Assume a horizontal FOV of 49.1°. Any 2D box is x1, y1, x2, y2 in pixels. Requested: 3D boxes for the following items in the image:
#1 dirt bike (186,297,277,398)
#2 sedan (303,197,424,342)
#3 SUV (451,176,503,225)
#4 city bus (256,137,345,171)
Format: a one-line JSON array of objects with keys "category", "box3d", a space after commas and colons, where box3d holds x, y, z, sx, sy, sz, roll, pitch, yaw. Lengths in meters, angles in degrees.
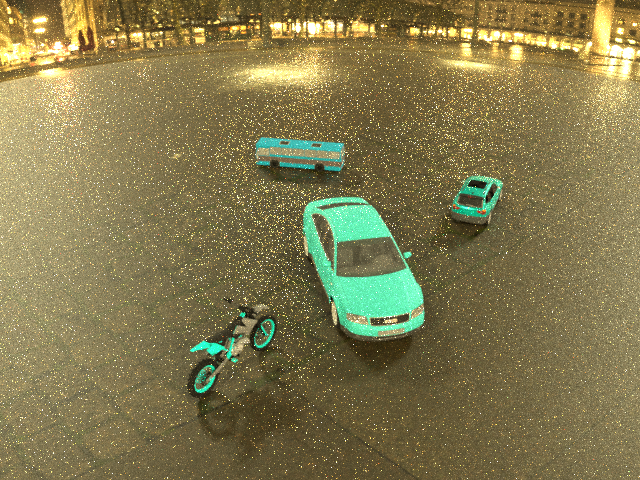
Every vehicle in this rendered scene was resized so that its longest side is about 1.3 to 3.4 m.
[{"category": "dirt bike", "box3d": [-1.006, 1.176, 8.130, 0.527, 0.857, 1.493, 20, 35, 31]}, {"category": "sedan", "box3d": [0.538, 0.211, 9.753, 1.235, 0.940, 3.137, -6, 30, -11]}, {"category": "SUV", "box3d": [2.675, -0.766, 11.845, 0.656, 0.580, 1.572, 12, 32, 20]}, {"category": "city bus", "box3d": [-0.380, -1.637, 13.506, 1.674, 0.460, 0.476, 6, 30, 10]}]
